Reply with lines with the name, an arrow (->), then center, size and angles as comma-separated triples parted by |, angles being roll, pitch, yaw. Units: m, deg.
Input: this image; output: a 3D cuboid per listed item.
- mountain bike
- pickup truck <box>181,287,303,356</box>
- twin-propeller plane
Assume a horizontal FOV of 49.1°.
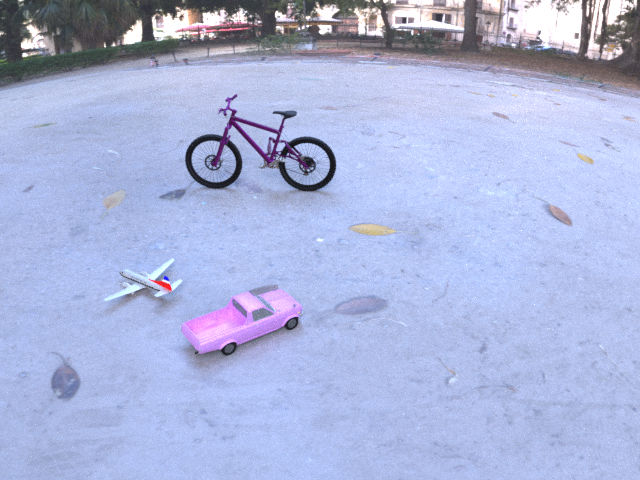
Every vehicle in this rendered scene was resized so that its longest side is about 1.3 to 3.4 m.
mountain bike -> -1.120, -1.711, 13.007 | 2.857, 1.688, 1.114 | 2, 29, 3
pickup truck -> -1.013, 1.031, 9.284 | 1.603, 0.511, 0.640 | -19, 34, -30
twin-propeller plane -> -2.558, 0.566, 10.228 | 1.095, 0.407, 1.370 | 18, 34, 29
